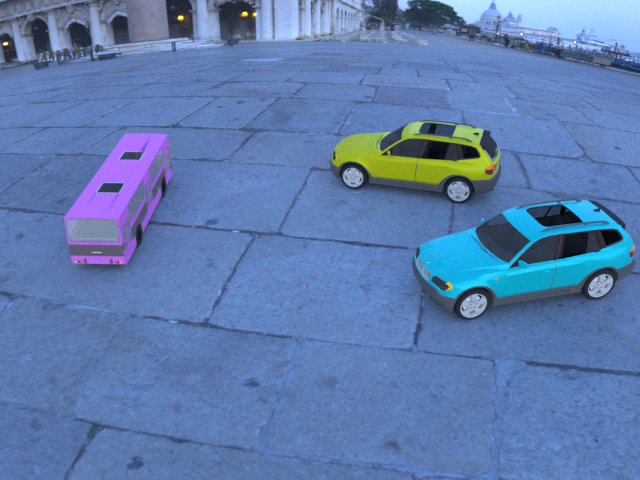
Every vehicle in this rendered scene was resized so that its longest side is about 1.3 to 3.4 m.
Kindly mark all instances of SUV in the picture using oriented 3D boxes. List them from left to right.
[{"bbox_3d":[1.717,-1.533,12.609,3.058,1.128,1.276,9,31,15],"label":"SUV"},{"bbox_3d":[2.819,0.169,9.690,3.058,1.128,1.276,-7,31,-12],"label":"SUV"}]

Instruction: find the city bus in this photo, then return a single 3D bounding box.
[{"bbox_3d":[-3.175,-0.728,11.461,0.926,0.894,3.255,1,30,1],"label":"city bus"}]
